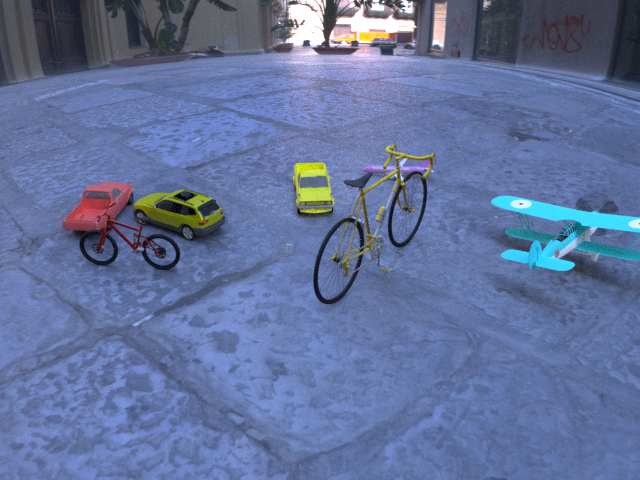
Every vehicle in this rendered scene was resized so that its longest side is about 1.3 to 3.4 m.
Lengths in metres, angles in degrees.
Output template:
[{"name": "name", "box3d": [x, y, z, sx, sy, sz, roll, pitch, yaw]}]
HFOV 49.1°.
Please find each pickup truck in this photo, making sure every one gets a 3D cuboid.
[{"name": "pickup truck", "box3d": [-3.533, -0.579, 11.243, 0.640, 0.511, 1.603, 3, 28, 6]}, {"name": "pickup truck", "box3d": [-0.124, -0.956, 11.946, 0.640, 0.511, 1.603, -2, 28, -4]}]

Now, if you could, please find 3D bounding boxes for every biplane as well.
[{"name": "biplane", "box3d": [3.376, -0.023, 9.713, 2.598, 0.981, 2.120, 24, 36, 37]}]

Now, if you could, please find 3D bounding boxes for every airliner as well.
[{"name": "airliner", "box3d": [1.428, -1.368, 12.797, 1.307, 0.429, 1.161, 3, 28, 5]}]

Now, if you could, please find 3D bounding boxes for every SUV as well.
[{"name": "SUV", "box3d": [-2.232, -0.486, 10.996, 1.572, 0.580, 0.656, 17, 32, 28]}]

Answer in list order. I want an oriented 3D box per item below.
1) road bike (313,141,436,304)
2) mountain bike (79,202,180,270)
[{"name": "road bike", "box3d": [0.777, -0.306, 9.525, 0.696, 1.656, 3.004, 18, 33, 30]}, {"name": "mountain bike", "box3d": [-2.679, 0.002, 9.785, 1.469, 0.868, 0.573, 4, 28, 7]}]
